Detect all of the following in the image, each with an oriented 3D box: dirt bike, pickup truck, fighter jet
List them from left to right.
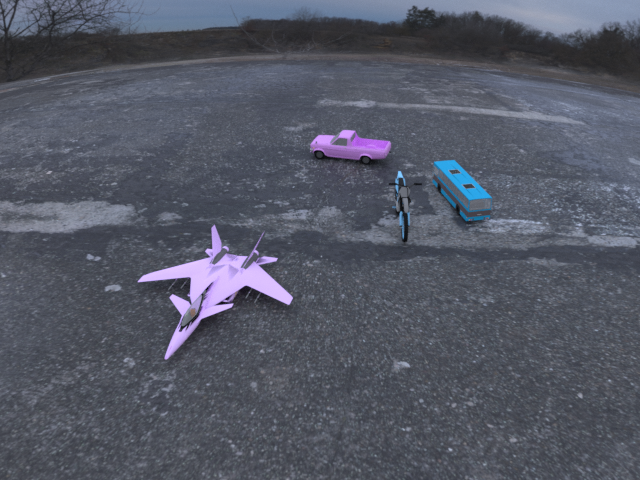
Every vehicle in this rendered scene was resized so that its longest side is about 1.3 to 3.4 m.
[{"bbox_3d":[-1.516,0.660,9.418,2.229,0.557,2.640,7,30,13],"label":"fighter jet"},{"bbox_3d":[0.612,-1.903,14.084,1.603,0.511,0.640,8,30,15],"label":"pickup truck"},{"bbox_3d":[1.347,-0.607,11.392,0.527,0.857,1.493,0,29,0],"label":"dirt bike"}]

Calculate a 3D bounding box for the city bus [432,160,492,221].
[{"bbox_3d":[2.457,-0.864,12.264,0.476,0.460,1.674,-6,30,-11],"label":"city bus"}]
